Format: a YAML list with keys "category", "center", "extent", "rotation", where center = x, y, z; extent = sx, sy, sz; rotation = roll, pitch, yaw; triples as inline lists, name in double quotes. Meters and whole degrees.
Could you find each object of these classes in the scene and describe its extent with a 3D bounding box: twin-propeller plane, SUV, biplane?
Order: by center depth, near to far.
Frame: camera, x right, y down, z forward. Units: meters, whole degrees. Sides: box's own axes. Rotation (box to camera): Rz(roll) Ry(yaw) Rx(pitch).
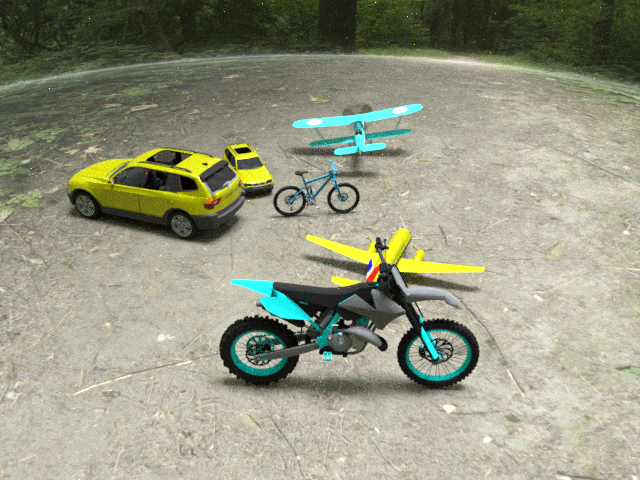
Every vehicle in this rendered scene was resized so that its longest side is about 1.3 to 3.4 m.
- category: "twin-propeller plane"
  center: [0.965, 0.211, 9.891]
  extent: [2.663, 0.792, 2.129]
  rotation: [11, 30, 19]
- category: "SUV"
  center: [-2.757, -0.927, 11.634]
  extent: [3.058, 1.128, 1.276]
  rotation: [11, 31, 20]
- category: "SUV"
  center: [-1.362, -1.338, 12.964]
  extent: [0.656, 0.580, 1.572]
  rotation: [-11, 30, -19]
- category: "biplane"
  center: [0.735, -2.101, 13.948]
  extent: [2.598, 0.981, 2.120]
  rotation: [1, 29, 2]

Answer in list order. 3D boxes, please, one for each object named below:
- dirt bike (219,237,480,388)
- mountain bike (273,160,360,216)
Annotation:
- category: "dirt bike"
  center: [0.320, 0.922, 7.667]
  extent: [2.903, 1.666, 1.024]
  rotation: [1, 29, 2]
- category: "mountain bike"
  center: [-0.054, -0.812, 11.694]
  extent: [1.469, 0.868, 0.573]
  rotation: [-4, 29, -7]
